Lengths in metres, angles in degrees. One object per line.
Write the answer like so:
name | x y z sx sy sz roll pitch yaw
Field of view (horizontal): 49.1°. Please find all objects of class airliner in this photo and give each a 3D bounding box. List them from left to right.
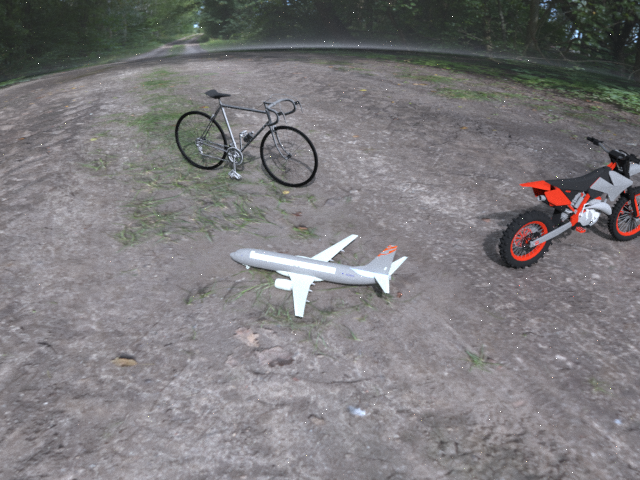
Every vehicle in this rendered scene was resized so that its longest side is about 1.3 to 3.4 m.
airliner | -0.133 0.231 9.740 2.541 0.835 2.257 11 31 18

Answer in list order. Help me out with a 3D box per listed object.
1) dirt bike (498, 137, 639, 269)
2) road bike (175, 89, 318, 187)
dirt bike | 3.894 -0.533 10.250 2.903 1.666 1.024 -12 31 -20
road bike | -1.395 -1.882 12.655 3.004 1.656 0.697 13 32 22
